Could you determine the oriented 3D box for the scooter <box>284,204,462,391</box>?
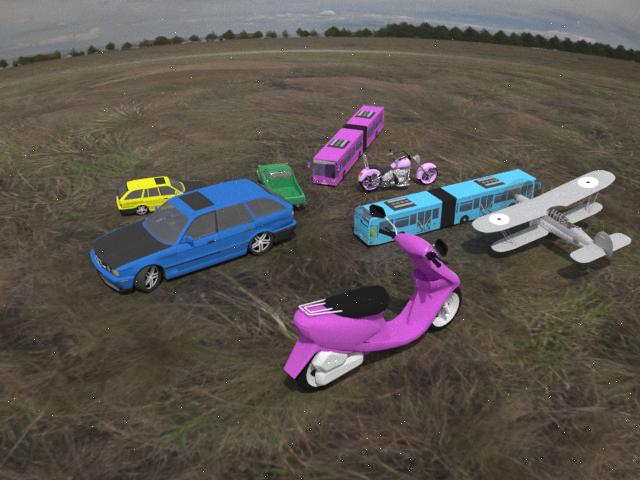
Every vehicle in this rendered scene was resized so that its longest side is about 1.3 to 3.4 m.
[{"bbox_3d":[0.744,0.673,8.214,2.721,1.786,1.288,-20,35,-31],"label":"scooter"}]

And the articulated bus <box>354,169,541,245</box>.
[{"bbox_3d":[2.163,-0.573,11.701,3.401,0.561,0.605,-14,32,-24],"label":"articulated bus"}]

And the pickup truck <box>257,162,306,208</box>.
[{"bbox_3d":[-0.715,-1.025,12.564,0.640,0.511,1.603,-7,30,-13],"label":"pickup truck"}]

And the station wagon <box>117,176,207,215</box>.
[{"bbox_3d":[-2.740,-0.831,12.253,1.597,0.473,0.682,-10,31,-17],"label":"station wagon"}]

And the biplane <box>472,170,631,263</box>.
[{"bbox_3d":[3.606,-0.231,10.659,2.598,0.981,2.120,-13,32,-22],"label":"biplane"}]

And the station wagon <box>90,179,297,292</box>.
[{"bbox_3d":[-1.903,-0.178,10.625,3.105,0.920,1.327,-19,34,-30],"label":"station wagon"}]

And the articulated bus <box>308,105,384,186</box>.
[{"bbox_3d":[0.632,-1.996,14.250,0.605,0.561,3.401,10,31,17],"label":"articulated bus"}]

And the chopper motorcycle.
[{"bbox_3d":[1.442,-1.298,12.795,1.563,0.761,0.466,-9,30,-16],"label":"chopper motorcycle"}]
